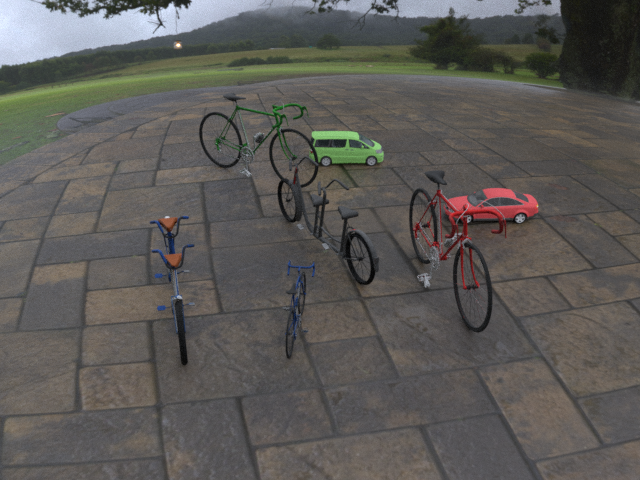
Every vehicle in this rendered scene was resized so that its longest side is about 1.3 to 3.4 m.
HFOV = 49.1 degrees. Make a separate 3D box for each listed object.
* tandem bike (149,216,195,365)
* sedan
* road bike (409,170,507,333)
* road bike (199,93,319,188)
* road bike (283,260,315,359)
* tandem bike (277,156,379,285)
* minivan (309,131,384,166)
[{"bbox_3d":[-1.949,0.344,9.312,0.550,1.326,3.192,-6,28,-12],"label":"tandem bike"},{"bbox_3d":[2.959,-0.618,12.135,1.613,0.483,0.635,-1,27,-1],"label":"sedan"},{"bbox_3d":[1.748,-0.023,9.669,0.696,1.656,3.004,-6,27,-11],"label":"road bike"},{"bbox_3d":[-1.257,-1.995,13.554,3.004,1.656,0.696,18,32,31],"label":"road bike"},{"bbox_3d":[-0.300,0.819,8.899,0.358,0.852,1.545,3,27,6],"label":"road bike"},{"bbox_3d":[0.034,-0.425,10.825,0.550,1.326,3.192,-14,30,-25],"label":"tandem bike"},{"bbox_3d":[0.552,-1.921,14.556,1.548,0.616,0.681,-1,27,-1],"label":"minivan"}]
